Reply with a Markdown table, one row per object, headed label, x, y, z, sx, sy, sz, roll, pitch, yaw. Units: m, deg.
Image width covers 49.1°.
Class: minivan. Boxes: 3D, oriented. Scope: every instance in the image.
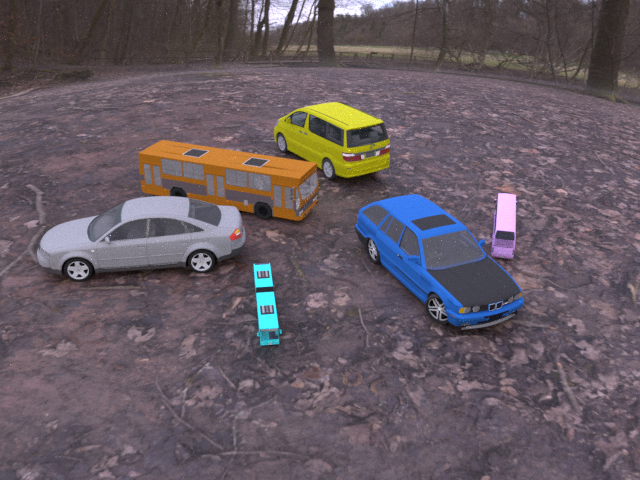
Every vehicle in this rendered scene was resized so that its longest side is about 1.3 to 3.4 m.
| label | x | y | z | sx | sy | sz | roll | pitch | yaw |
| --- | --- | --- | --- | --- | --- | --- | --- | --- | --- |
| minivan | 0.164 | -2.201 | 14.516 | 1.324 | 1.197 | 3.011 | -17 | 32 | -29 |

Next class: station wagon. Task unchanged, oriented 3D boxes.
| label | x | y | z | sx | sy | sz | roll | pitch | yaw |
| --- | --- | --- | --- | --- | --- | --- | --- | --- | --- |
| station wagon | 1.664 | 0.168 | 10.240 | 1.327 | 0.920 | 3.105 | -11 | 30 | -21 |

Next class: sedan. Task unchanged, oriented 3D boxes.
| label | x | y | z | sx | sy | sz | roll | pitch | yaw |
| --- | --- | --- | --- | --- | --- | --- | --- | --- | --- |
| sedan | -2.724 | -0.111 | 10.757 | 3.137 | 0.940 | 1.235 | -4 | 28 | -8 |

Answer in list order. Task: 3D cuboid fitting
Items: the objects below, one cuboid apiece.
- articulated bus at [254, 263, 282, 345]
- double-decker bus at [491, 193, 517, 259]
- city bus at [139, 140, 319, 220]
| label | x | y | z | sx | sy | sz | roll | pitch | yaw |
| --- | --- | --- | --- | --- | --- | --- | --- | --- | --- |
| articulated bus | -0.750 | 0.844 | 9.622 | 0.311 | 0.289 | 1.749 | -3 | 28 | -7 |
| double-decker bus | 3.034 | -0.271 | 11.501 | 0.389 | 0.541 | 1.672 | 7 | 28 | 13 |
| city bus | -1.671 | -1.070 | 12.660 | 3.255 | 0.894 | 0.926 | 11 | 29 | 20 |
